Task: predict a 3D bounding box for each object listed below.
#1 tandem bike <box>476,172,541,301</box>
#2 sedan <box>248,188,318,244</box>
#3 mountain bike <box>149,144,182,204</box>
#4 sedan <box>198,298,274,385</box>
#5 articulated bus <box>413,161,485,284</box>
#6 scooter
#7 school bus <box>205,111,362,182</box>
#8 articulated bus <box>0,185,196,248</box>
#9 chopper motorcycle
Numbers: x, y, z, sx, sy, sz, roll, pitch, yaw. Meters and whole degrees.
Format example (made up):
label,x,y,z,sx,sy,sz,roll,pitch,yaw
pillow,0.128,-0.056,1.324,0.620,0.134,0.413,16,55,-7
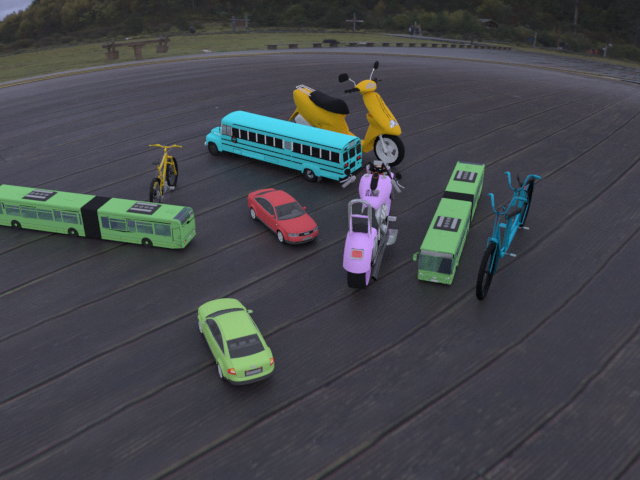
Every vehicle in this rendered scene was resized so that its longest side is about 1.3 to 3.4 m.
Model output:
label,x,y,z,sx,sy,sz,roll,pitch,yaw
tandem bike,2.736,-0.331,10.038,0.550,1.326,3.192,13,31,23
sedan,-0.602,-0.438,11.112,0.635,0.483,1.613,-16,33,-27
mountain bike,-2.666,-1.109,11.939,0.573,0.868,1.469,3,29,5
sedan,-1.030,1.103,8.293,0.635,0.483,1.613,-11,31,-20
articulated bus,2.097,-0.377,10.920,0.605,0.561,3.401,9,30,16
scooter,0.489,-2.499,13.525,2.721,1.786,1.288,20,34,32
school bus,-0.791,-1.807,13.242,3.322,0.844,0.709,18,33,29
articulated bus,-3.613,-0.376,10.919,3.401,0.561,0.605,7,29,13
chopper motorcycle,0.776,-0.492,10.172,0.906,1.480,3.040,6,29,10
